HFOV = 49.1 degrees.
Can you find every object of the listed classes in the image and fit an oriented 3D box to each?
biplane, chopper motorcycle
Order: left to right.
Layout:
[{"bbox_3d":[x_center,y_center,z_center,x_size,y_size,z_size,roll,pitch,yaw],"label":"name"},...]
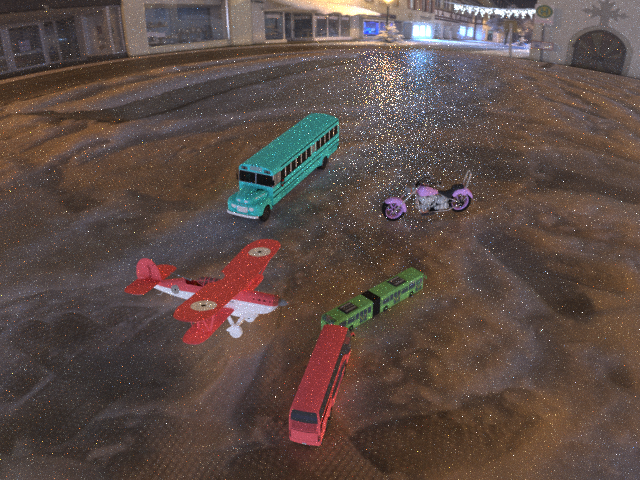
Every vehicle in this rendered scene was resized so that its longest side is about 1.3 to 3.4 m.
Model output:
[{"bbox_3d":[-1.394,0.640,9.015,2.120,0.981,2.598,9,31,15],"label":"biplane"},{"bbox_3d":[1.793,-0.737,11.614,1.563,0.761,0.466,-6,31,-11],"label":"chopper motorcycle"}]

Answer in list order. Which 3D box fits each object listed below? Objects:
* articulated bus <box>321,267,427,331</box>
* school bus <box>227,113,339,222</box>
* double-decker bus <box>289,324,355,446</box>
[{"bbox_3d":[0.741,0.819,9.396,1.749,0.289,0.311,-24,38,-35],"label":"articulated bus"},{"bbox_3d":[-0.605,-1.370,12.624,0.709,0.844,3.322,13,32,21],"label":"school bus"},{"bbox_3d":[0.034,1.554,7.876,0.389,0.541,1.672,7,31,12],"label":"double-decker bus"}]
